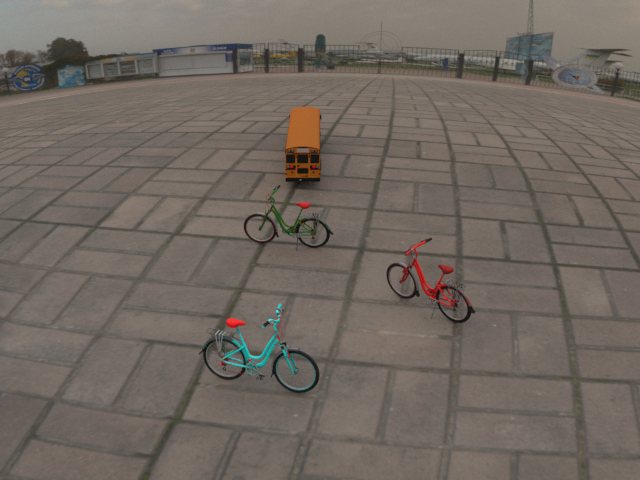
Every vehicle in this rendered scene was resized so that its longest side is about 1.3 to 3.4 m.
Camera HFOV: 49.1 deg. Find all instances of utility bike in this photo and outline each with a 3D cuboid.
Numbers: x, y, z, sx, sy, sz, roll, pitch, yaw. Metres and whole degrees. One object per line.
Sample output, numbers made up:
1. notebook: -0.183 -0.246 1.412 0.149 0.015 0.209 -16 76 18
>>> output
1. utility bike: 1.390 0.529 9.079 1.435 0.946 0.535 24 35 39
2. utility bike: -0.508 -0.304 10.785 1.435 0.946 0.535 5 26 9
3. utility bike: -0.677 1.178 7.749 1.435 0.946 0.535 7 27 15

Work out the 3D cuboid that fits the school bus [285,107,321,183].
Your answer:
1. school bus: -0.321 -2.045 14.472 0.709 0.844 3.322 0 26 0
